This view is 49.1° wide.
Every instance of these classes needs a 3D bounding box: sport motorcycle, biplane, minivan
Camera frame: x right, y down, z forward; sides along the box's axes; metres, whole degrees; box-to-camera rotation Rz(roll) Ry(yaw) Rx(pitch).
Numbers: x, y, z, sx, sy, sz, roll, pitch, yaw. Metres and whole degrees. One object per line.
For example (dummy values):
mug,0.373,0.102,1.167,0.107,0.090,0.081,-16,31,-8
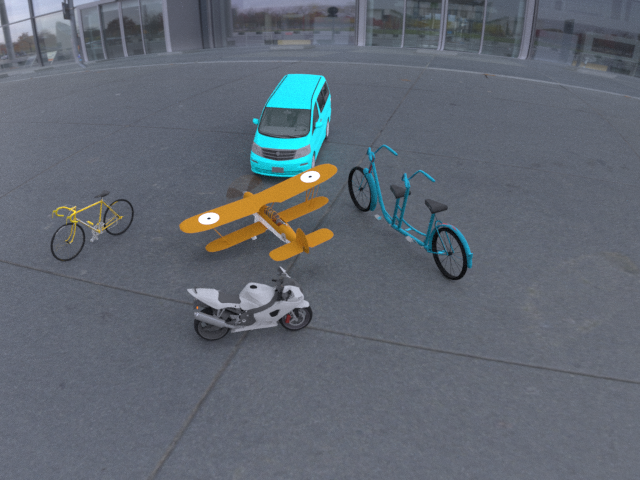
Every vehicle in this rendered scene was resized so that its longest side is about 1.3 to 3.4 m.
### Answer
sport motorcycle,-0.842,0.838,8.670,1.520,0.821,0.506,-5,30,-9
biplane,-0.721,-0.271,10.429,2.598,0.981,2.120,-17,34,-26
minivan,-0.520,-2.268,13.669,1.324,1.197,3.011,5,30,8

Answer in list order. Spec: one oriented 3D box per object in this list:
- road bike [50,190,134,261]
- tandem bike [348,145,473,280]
road bike,-3.426,-0.273,10.562,0.358,0.852,1.545,20,35,30
tandem bike,1.262,-0.542,10.553,0.550,1.326,3.192,-16,33,-25
